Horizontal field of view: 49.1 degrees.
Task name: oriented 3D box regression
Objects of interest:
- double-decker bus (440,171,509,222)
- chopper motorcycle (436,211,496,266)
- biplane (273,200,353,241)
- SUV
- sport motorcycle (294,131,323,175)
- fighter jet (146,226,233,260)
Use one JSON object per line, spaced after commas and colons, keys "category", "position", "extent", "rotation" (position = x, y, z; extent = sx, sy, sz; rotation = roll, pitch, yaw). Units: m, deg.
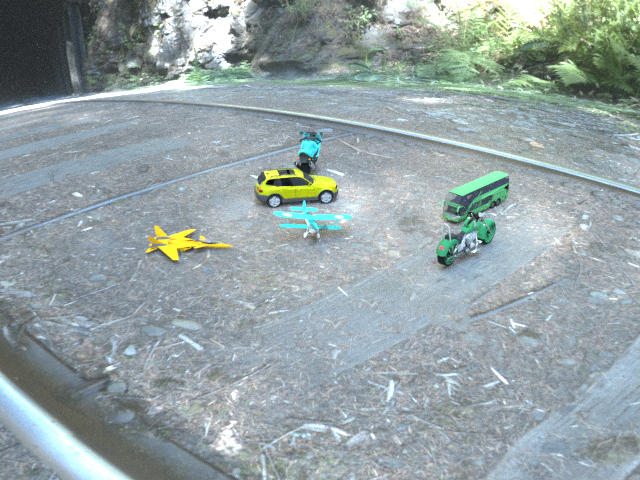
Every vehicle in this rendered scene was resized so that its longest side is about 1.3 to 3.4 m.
{"category": "double-decker bus", "position": [2.812, -0.775, 12.597], "extent": [1.672, 0.541, 0.389], "rotation": [-23, 34, -39]}
{"category": "chopper motorcycle", "position": [2.324, -0.115, 10.954], "extent": [0.466, 0.761, 1.563], "rotation": [21, 33, 37]}
{"category": "biplane", "position": [-0.148, -0.344, 11.734], "extent": [1.336, 0.504, 1.090], "rotation": [-6, 26, -13]}
{"category": "SUV", "position": [-0.443, -1.019, 13.063], "extent": [1.572, 0.580, 0.656], "rotation": [-5, 26, -10]}
{"category": "sport motorcycle", "position": [-0.231, -1.691, 14.194], "extent": [0.506, 0.821, 1.520], "rotation": [3, 26, 7]}
{"category": "fighter jet", "position": [-2.069, 0.004, 11.256], "extent": [1.358, 0.286, 1.147], "rotation": [2, 26, 4]}
